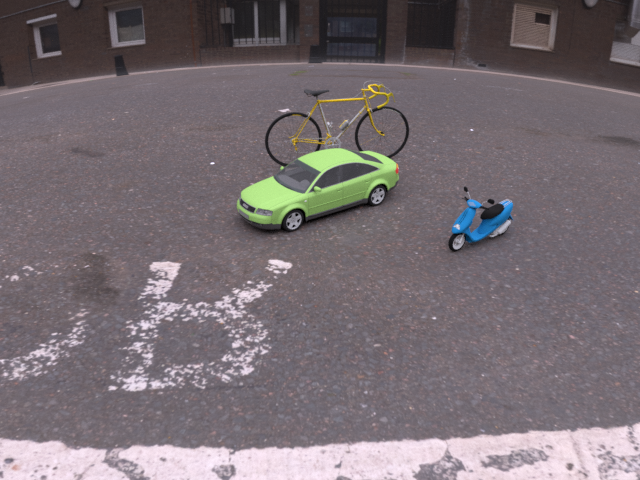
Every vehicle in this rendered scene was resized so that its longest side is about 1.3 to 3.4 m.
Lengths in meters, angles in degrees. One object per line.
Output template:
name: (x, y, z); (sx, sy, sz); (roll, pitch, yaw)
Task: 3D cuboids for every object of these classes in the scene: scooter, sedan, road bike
scooter: (2.618, -0.372, 11.249); (1.399, 0.919, 0.662); (-17, 33, -29)
sedan: (-0.003, -1.018, 12.438); (3.137, 0.940, 1.235); (-18, 33, -30)
road bike: (0.374, -2.311, 14.106); (3.004, 1.656, 0.697); (-6, 29, -11)
